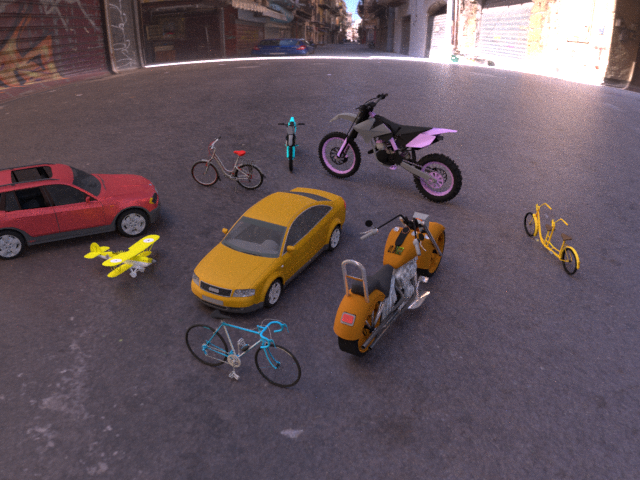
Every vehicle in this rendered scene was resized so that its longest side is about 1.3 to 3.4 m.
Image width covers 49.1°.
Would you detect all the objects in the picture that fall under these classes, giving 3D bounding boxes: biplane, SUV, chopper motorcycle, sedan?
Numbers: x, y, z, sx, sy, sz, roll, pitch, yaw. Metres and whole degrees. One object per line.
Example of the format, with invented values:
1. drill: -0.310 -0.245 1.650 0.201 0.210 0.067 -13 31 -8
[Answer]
1. biplane: -2.883 0.245 10.292 1.090 0.504 1.336 8 30 15
2. SUV: -4.135 -0.617 11.219 3.058 1.128 1.276 -11 31 -20
3. chopper motorcycle: 1.031 0.309 9.157 0.906 1.480 3.040 15 32 25
4. sedan: -0.680 -0.025 10.333 1.235 0.940 3.137 14 32 24

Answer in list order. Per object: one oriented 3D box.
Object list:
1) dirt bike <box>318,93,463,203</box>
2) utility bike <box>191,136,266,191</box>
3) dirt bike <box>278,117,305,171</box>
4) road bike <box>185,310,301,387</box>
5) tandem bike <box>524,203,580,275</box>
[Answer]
1. dirt bike: 1.208 -1.667 12.581 2.903 1.666 1.024 16 33 27
2. utility bike: -1.697 -1.346 12.745 1.435 0.946 0.535 5 29 9
3. dirt bike: -0.561 -1.987 14.010 0.527 0.857 1.493 0 29 0
4. road bike: -0.919 1.235 8.117 1.545 0.852 0.358 12 31 21
5. tandem bike: 3.535 -0.083 10.708 0.283 0.682 1.642 -6 29 -11
